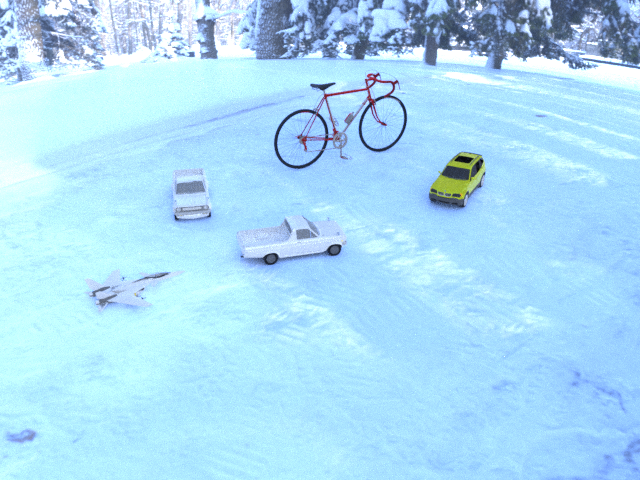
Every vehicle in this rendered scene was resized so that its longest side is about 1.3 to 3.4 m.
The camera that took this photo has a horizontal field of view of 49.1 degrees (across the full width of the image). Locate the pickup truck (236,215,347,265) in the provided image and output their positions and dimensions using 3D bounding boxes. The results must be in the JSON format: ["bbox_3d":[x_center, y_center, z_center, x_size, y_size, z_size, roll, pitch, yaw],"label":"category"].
[{"bbox_3d":[-0.415,-0.048,10.331,1.603,0.511,0.640,-8,29,-14],"label":"pickup truck"}]

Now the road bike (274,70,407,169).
[{"bbox_3d":[0.459,-2.322,13.433,3.004,1.656,0.696,-15,31,-26],"label":"road bike"}]

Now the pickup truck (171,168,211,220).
[{"bbox_3d":[-2.196,-0.853,11.866,0.640,0.511,1.603,-5,28,-10],"label":"pickup truck"}]

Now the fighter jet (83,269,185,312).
[{"bbox_3d":[-2.442,0.542,9.448,1.358,0.286,1.147,-19,33,-31],"label":"fighter jet"}]

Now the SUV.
[{"bbox_3d":[2.433,-1.093,12.248,0.656,0.580,1.572,14,31,25],"label":"SUV"}]
